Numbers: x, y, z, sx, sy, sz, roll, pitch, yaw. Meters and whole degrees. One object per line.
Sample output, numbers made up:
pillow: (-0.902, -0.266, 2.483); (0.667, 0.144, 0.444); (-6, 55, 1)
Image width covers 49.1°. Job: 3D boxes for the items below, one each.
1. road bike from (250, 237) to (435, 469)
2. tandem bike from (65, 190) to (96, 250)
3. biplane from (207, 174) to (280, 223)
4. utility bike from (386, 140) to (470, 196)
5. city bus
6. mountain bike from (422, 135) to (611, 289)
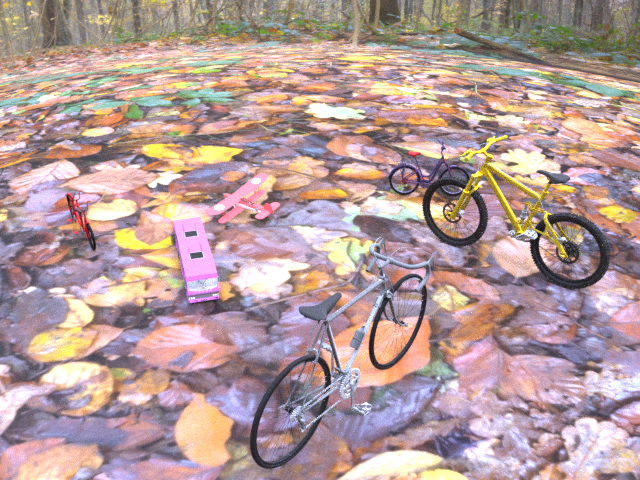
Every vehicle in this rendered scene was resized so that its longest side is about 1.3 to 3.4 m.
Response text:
road bike: (0.318, 1.064, 7.165); (0.696, 1.656, 3.004); (21, 36, 33)
tandem bike: (-3.721, -0.420, 10.818); (0.283, 0.682, 1.642); (-16, 33, -26)
biplane: (-1.186, -0.573, 11.273); (1.090, 0.504, 1.336); (20, 35, 32)
utility bike: (1.856, -1.226, 11.989); (1.435, 0.946, 0.535); (2, 29, 3)
city bus: (-1.751, 0.264, 9.822); (0.476, 0.460, 1.674); (-8, 30, -14)
mountain bike: (2.667, -0.397, 9.746); (2.857, 1.688, 1.114); (23, 36, 35)
